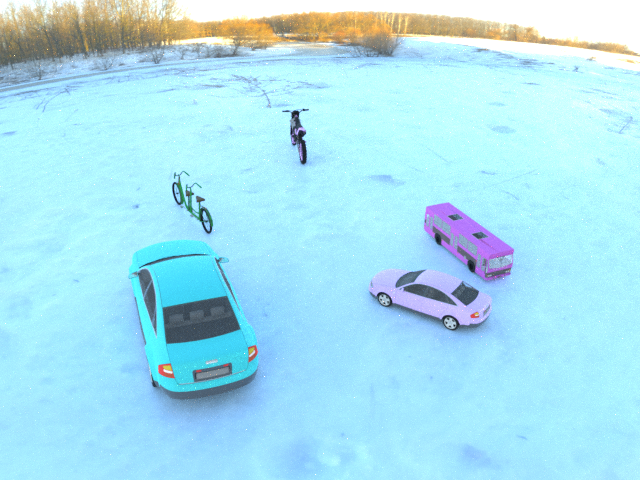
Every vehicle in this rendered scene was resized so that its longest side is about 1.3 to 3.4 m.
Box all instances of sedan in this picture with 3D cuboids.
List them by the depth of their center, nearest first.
[{"bbox_3d":[-1.592,0.687,8.358,1.235,0.940,3.137,-9,29,-17],"label":"sedan"},{"bbox_3d":[1.377,0.659,8.898,1.613,0.483,0.635,17,33,29],"label":"sedan"}]

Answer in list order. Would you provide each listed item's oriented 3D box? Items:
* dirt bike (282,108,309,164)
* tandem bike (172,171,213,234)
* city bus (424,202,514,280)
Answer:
[{"bbox_3d":[-0.441,-2.088,13.676,0.527,0.857,1.493,-6,28,-10],"label":"dirt bike"},{"bbox_3d":[-2.058,-0.648,11.149,0.283,0.682,1.642,-16,32,-28],"label":"tandem bike"},{"bbox_3d":[2.116,0.008,10.150,0.476,0.460,1.674,-11,30,-20],"label":"city bus"}]
